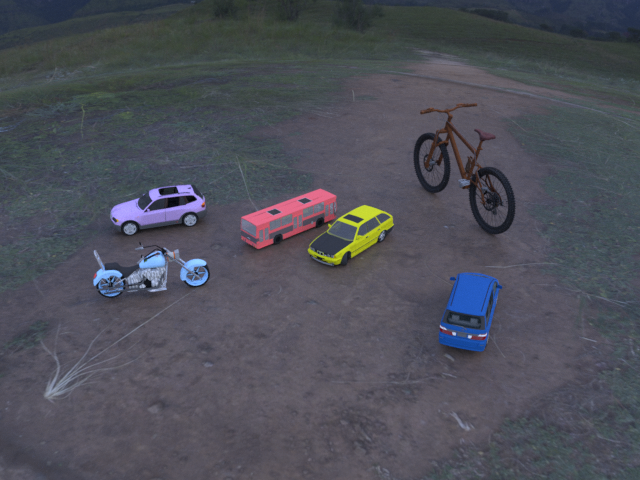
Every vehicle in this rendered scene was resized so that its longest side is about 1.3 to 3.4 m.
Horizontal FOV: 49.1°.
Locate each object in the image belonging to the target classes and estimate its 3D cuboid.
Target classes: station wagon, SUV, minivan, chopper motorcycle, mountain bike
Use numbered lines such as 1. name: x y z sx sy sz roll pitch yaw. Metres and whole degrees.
1. station wagon: 0.490 -0.114 10.851 0.682 0.473 1.597 21 34 34
2. SUV: -2.656 -0.535 11.527 1.572 0.580 0.656 -9 29 -17
3. minivan: 1.945 0.799 8.987 0.681 0.616 1.548 9 29 17
4. chopper motorcycle: -2.311 0.386 9.606 1.563 0.761 0.466 -8 29 -15
5. mountain bike: 2.371 -1.271 11.730 1.114 1.688 2.857 -12 30 -21

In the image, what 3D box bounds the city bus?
1. city bus: -0.476 -0.338 11.284 1.674 0.460 0.476 -23 35 -36
